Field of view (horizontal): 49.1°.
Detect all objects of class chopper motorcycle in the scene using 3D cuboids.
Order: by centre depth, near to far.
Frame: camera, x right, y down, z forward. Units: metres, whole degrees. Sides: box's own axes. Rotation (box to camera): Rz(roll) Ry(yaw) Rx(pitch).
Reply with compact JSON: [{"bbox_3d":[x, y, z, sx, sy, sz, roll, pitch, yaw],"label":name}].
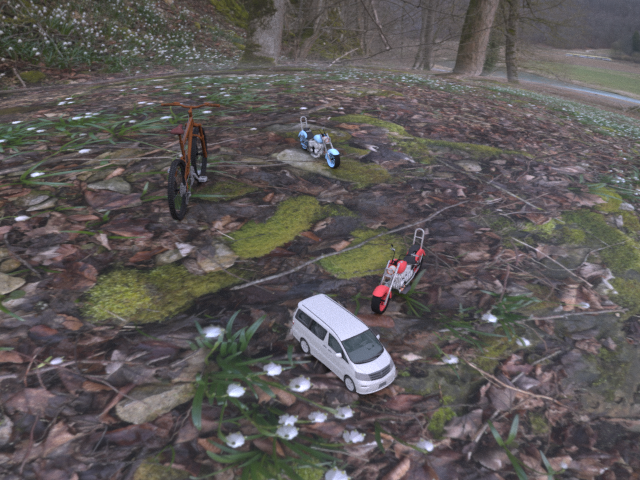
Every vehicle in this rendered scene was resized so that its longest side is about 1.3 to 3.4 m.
[{"bbox_3d":[1.158,0.442,10.234,0.466,0.761,1.563,15,32,27],"label":"chopper motorcycle"},{"bbox_3d":[-0.024,-2.105,15.064,0.466,0.761,1.563,-15,31,-27],"label":"chopper motorcycle"}]

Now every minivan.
[{"bbox_3d":[0.288,1.284,8.793,0.681,0.616,1.548,-19,33,-31],"label":"minivan"}]

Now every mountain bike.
[{"bbox_3d":[-2.456,-1.570,13.055,1.114,1.688,2.857,2,28,3],"label":"mountain bike"}]
